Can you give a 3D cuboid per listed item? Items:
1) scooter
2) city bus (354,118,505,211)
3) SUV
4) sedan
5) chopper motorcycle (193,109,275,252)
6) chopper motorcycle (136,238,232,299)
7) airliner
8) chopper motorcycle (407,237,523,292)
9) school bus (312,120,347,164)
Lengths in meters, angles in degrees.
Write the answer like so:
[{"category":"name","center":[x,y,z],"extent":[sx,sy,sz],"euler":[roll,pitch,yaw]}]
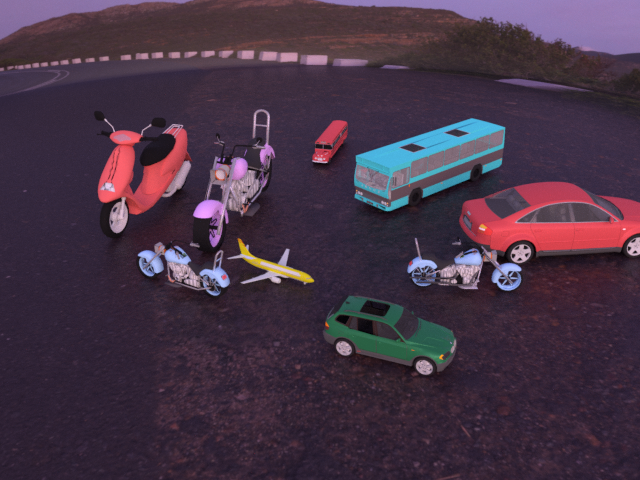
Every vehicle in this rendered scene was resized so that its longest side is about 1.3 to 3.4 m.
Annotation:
[{"category":"scooter","center":[-2.888,-1.299,11.587],"extent":[1.288,1.786,2.721],"euler":[9,28,17]},{"category":"city bus","center":[2.056,-1.388,12.747],"extent":[3.255,0.894,0.926],"euler":[-22,34,-36]},{"category":"SUV","center":[0.819,1.075,8.245],"extent":[1.572,0.580,0.656],"euler":[10,29,20]},{"category":"sedan","center":[3.716,-0.346,10.646],"extent":[3.137,0.940,1.235],"euler":[-3,27,-6]},{"category":"chopper motorcycle","center":[-1.368,-1.024,11.384],"extent":[0.906,1.480,3.040],"euler":[7,28,13]},{"category":"chopper motorcycle","center":[-1.897,0.320,9.532],"extent":[1.563,0.761,0.466],"euler":[15,30,27]},{"category":"airliner","center":[-0.646,0.312,9.913],"extent":[1.307,0.429,1.161],"euler":[15,31,27]},{"category":"chopper motorcycle","center":[1.979,0.338,9.496],"extent":[1.563,0.761,0.466],"euler":[1,27,2]},{"category":"school bus","center":[0.213,-2.027,14.512],"extent":[0.365,0.434,1.708],"euler":[7,28,13]}]
